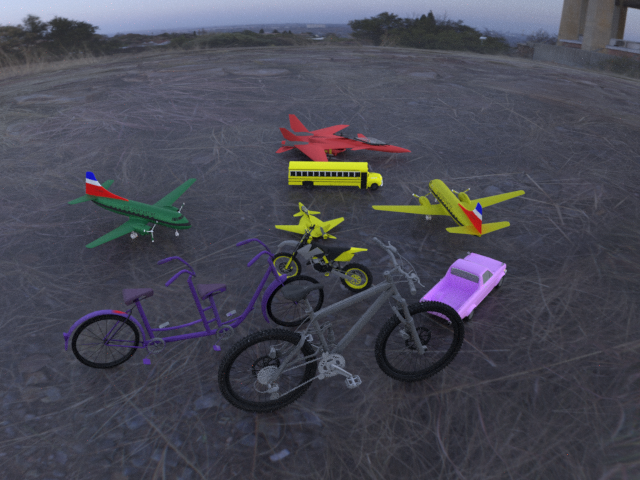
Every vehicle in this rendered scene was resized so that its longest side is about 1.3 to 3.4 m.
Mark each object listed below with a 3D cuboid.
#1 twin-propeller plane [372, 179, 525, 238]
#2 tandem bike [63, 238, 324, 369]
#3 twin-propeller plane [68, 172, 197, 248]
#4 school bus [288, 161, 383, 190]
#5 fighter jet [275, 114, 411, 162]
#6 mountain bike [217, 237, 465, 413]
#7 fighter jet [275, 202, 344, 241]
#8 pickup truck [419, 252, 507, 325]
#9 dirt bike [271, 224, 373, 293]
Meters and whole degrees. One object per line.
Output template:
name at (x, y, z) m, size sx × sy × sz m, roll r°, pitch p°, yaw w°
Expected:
twin-propeller plane at (2.188, -0.628, 11.377) m, size 2.663 × 0.792 × 2.129 m, roll -6°, pitch 31°, yaw -11°
tandem bike at (-1.448, 0.759, 8.432) m, size 3.192 × 1.326 × 0.550 m, roll -10°, pitch 32°, yaw -17°
twin-propeller plane at (-2.966, -0.574, 11.284) m, size 2.129 × 0.792 × 2.663 m, roll 14°, pitch 33°, yaw 23°
school bus at (0.282, -1.176, 12.688) m, size 1.708 × 0.434 × 0.365 m, roll 1°, pitch 30°, yaw 2°
fighter jet at (0.521, -2.038, 14.063) m, size 2.640 × 0.557 × 2.229 m, roll 6°, pitch 30°, yaw 10°
mountain bike at (0.292, 1.032, 7.594) m, size 2.857 × 1.688 × 1.114 m, roll -8°, pitch 31°, yaw -14°
fighter jet at (-0.190, -0.395, 11.479) m, size 1.147 × 0.286 × 1.358 m, roll -7°, pitch 31°, yaw -12°
pickup truck at (1.973, 0.598, 9.528) m, size 0.640 × 0.511 × 1.603 m, roll 20°, pitch 35°, yaw 31°
dirt bike at (0.006, 0.290, 9.717) m, size 1.493 × 0.857 × 0.527 m, roll 8°, pitch 31°, yaw 13°
